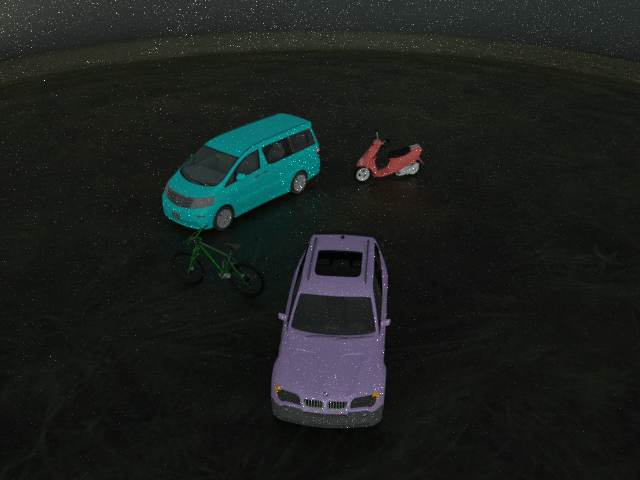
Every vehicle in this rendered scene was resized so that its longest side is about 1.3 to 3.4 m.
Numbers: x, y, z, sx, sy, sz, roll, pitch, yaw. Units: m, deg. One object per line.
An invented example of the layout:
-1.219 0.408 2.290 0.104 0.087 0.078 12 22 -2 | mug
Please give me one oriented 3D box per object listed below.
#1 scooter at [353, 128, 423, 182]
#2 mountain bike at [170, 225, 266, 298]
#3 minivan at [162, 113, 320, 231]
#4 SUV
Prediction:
1.286 -1.558 12.970 1.399 0.919 0.662 -9 31 -15 | scooter
-1.425 0.339 9.656 1.469 0.868 0.573 10 31 17 | mountain bike
-1.332 -1.223 12.094 1.324 1.197 3.011 23 37 35 | minivan
0.191 0.918 8.365 1.276 1.128 3.058 3 30 5 | SUV
